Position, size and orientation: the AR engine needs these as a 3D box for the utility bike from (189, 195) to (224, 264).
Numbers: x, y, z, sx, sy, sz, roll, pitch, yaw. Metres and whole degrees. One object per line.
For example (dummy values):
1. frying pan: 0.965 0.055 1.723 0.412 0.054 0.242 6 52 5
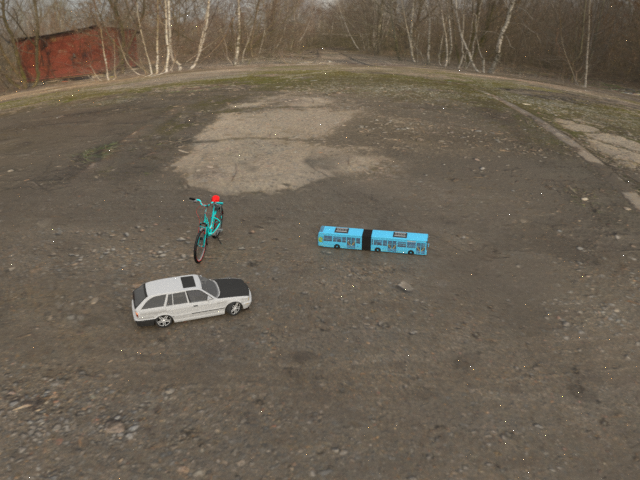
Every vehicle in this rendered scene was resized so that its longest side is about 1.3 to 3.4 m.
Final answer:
1. utility bike: -1.693 -0.285 10.963 0.535 0.946 1.435 5 28 9

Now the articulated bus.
1. articulated bus: 0.849 0.006 11.115 1.749 0.289 0.311 5 28 9

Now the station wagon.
1. station wagon: -1.730 0.758 9.479 1.597 0.473 0.682 -8 29 -15
